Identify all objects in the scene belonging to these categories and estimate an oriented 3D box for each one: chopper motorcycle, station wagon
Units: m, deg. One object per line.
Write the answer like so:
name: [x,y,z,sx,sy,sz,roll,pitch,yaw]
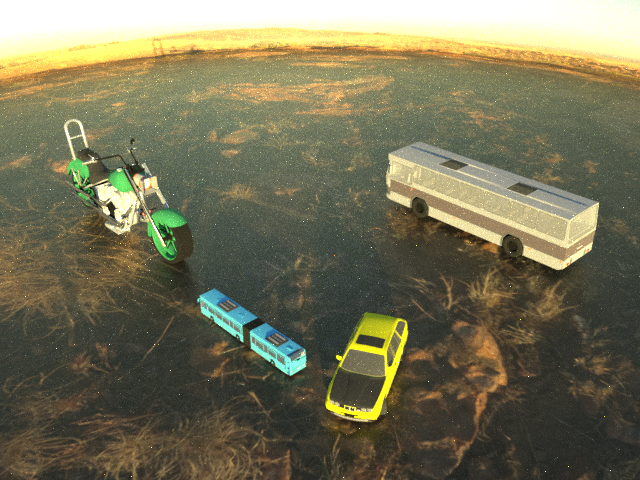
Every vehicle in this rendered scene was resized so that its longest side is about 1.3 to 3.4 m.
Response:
chopper motorcycle: [-2.915,-0.762,10.407,0.906,1.480,3.040,-26,38,-38]
station wagon: [0.538,1.317,7.687,0.682,0.473,1.597,9,30,16]

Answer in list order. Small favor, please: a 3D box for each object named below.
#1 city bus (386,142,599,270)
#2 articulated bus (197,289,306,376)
city bus: [2.481,-0.567,10.659,0.926,0.894,3.255,-24,37,-37]
articulated bus: [-0.837,1.065,8.334,0.311,0.289,1.749,-24,37,-37]
